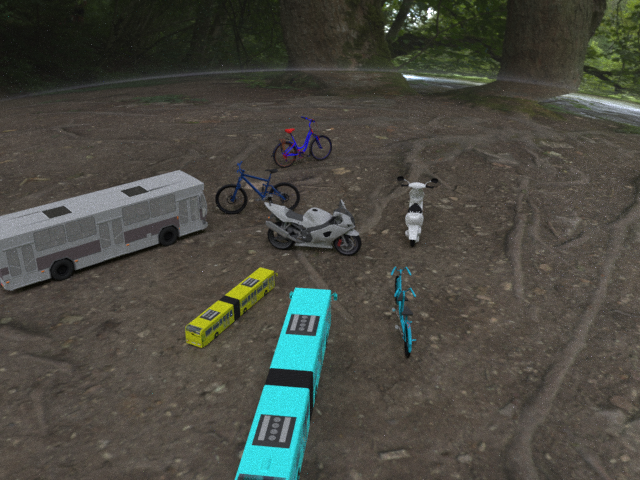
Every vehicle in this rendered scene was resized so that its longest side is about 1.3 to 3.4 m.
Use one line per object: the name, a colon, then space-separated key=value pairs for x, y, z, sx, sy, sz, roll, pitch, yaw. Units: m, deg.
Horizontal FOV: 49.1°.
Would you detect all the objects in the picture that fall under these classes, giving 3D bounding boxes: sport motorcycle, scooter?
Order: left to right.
sport motorcycle: x=-0.108 y=-0.183 z=10.760 sx=1.520 sy=0.821 sz=0.506 roll=5 pitch=27 yaw=11
scooter: x=1.549 y=-0.529 z=11.345 sx=0.662 sy=0.919 sz=1.399 roll=4 pitch=27 yaw=8

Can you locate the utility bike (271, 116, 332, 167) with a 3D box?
utility bike: x=-0.394 y=-2.020 z=14.307 sx=1.435 sy=0.946 sz=0.535 roll=-14 pitch=30 yaw=-26

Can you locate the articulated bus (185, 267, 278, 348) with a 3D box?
articulated bus: x=-1.142 y=0.859 z=9.265 sx=0.311 sy=0.289 sz=1.749 roll=13 pitch=29 yaw=25

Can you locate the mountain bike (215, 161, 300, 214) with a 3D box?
mountain bike: x=-1.078 y=-0.862 z=12.070 sx=1.469 sy=0.868 sz=0.573 roll=-2 pitch=27 yaw=-5

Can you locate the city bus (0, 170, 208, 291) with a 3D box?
city bus: x=-3.323 y=-0.184 z=10.679 sx=3.255 sy=0.894 sz=0.926 roll=-20 pitch=33 yaw=-35

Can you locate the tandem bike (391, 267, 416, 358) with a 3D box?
tandem bike: x=1.051 y=0.831 z=8.880 sx=0.283 sy=0.682 sz=1.642 roll=0 pitch=26 yaw=0

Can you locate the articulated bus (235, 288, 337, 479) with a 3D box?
articulated bus: x=-0.294 y=1.571 z=7.532 sx=0.605 sy=0.561 sz=3.401 roll=3 pitch=27 yaw=6
